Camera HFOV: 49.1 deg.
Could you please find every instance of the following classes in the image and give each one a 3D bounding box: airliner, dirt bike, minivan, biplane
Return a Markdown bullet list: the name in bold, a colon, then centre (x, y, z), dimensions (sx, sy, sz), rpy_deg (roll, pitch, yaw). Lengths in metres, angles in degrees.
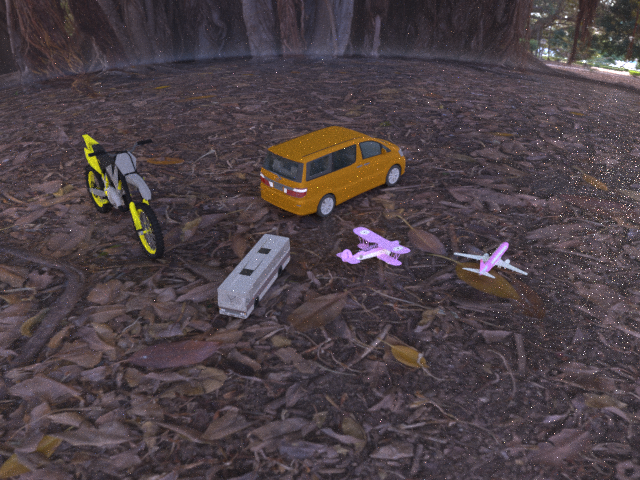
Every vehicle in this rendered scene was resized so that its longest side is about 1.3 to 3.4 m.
- **airliner**: centre (2.668, 0.216, 10.730), dimensions (1.161, 0.429, 1.307), rpy_deg (17, 33, 28)
- **dirt bike**: centre (-3.255, -0.849, 11.371), dimensions (1.024, 1.666, 2.903), rpy_deg (-20, 35, -32)
- **minivan**: centre (0.324, -1.412, 12.861), dimensions (1.324, 1.197, 3.011), rpy_deg (26, 38, 38)
- **biplane**: centre (0.788, 0.165, 10.745), dimensions (1.090, 0.504, 1.336), rpy_deg (-16, 33, -26)

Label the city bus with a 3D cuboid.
- **city bus**: centre (-0.928, 0.510, 10.172), dimensions (0.476, 0.460, 1.674), rpy_deg (10, 31, 17)
